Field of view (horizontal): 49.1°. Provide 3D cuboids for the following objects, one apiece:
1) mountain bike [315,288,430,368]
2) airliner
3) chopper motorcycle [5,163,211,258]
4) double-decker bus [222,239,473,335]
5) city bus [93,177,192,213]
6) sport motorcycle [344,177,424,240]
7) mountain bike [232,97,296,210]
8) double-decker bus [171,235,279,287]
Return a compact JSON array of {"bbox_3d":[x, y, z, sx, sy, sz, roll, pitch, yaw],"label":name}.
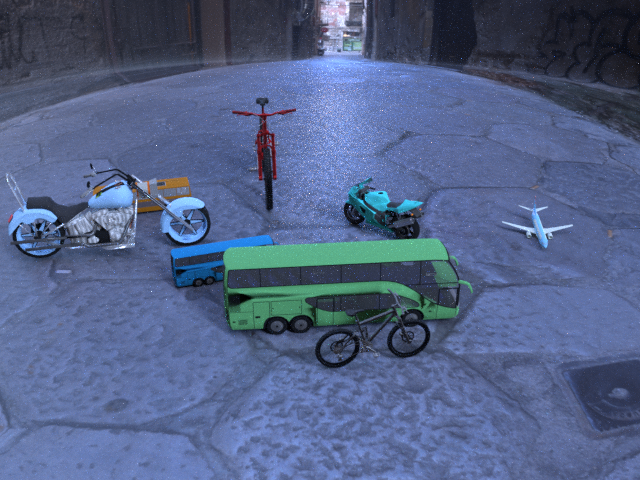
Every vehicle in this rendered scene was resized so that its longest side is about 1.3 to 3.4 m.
[{"bbox_3d":[0.659,1.135,8.524,1.469,0.868,0.573,-6,29,-11],"label":"mountain bike"},{"bbox_3d":[3.644,-0.291,11.618,1.161,0.429,1.307,3,29,5],"label":"airliner"},{"bbox_3d":[-3.259,-0.479,10.862,3.040,1.480,0.906,-7,29,-12],"label":"chopper motorcycle"},{"bbox_3d":[0.346,0.592,9.335,3.251,1.052,0.756,-3,29,-5],"label":"double-decker bus"},{"bbox_3d":[-3.142,-0.749,12.433,1.674,0.460,0.476,-8,29,-14],"label":"city bus"},{"bbox_3d":[1.017,-0.489,11.574,1.520,0.821,0.506,20,34,33],"label":"sport motorcycle"},{"bbox_3d":[-1.025,-1.760,13.010,1.114,1.688,2.857,-3,29,-6],"label":"mountain bike"},{"bbox_3d":[-1.364,0.301,10.408,1.672,0.541,0.389,-9,30,-16],"label":"double-decker bus"}]
